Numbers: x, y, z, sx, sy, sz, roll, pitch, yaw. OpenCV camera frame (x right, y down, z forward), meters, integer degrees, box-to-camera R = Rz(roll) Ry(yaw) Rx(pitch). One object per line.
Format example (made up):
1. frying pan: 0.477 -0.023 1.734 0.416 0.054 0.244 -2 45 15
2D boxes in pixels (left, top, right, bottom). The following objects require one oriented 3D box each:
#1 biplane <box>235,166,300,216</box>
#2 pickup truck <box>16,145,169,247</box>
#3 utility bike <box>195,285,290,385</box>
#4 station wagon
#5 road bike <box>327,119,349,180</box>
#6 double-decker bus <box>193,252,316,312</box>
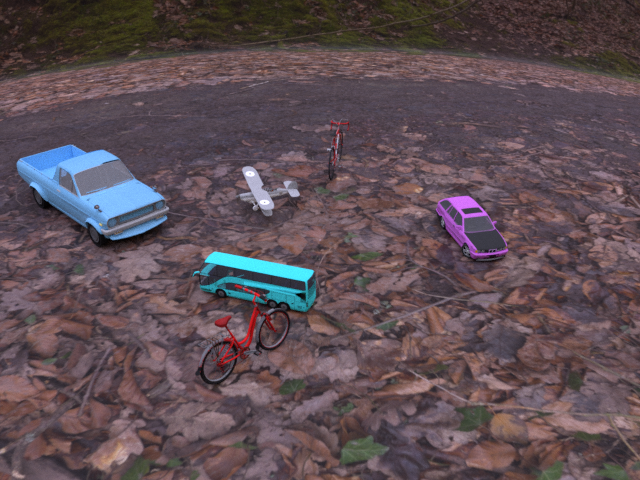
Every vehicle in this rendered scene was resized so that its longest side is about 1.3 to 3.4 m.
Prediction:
1. biplane: -0.888 -0.781 11.806 1.090 0.504 1.336 -10 31 -17
2. pickup truck: -3.823 -0.924 11.563 1.244 0.993 3.117 -26 38 -38
3. utility bike: -0.910 1.044 8.094 0.535 0.946 1.435 25 38 37
4. station wagon: 2.347 -0.233 10.860 0.682 0.473 1.597 -6 30 -11
5. road bike: 0.303 -1.739 13.163 0.358 0.852 1.545 5 30 9
6. double-decker bus: -0.876 0.549 9.393 1.672 0.541 0.389 10 31 17
